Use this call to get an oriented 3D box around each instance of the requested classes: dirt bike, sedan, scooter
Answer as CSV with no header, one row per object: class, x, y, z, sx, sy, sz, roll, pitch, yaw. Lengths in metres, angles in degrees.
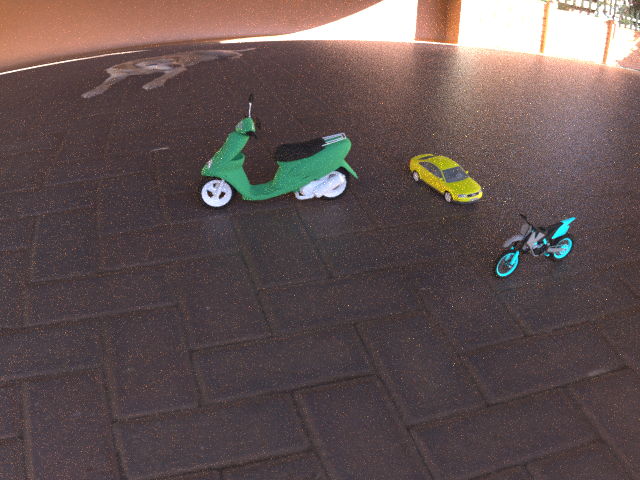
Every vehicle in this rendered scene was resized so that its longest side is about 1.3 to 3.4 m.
dirt bike,3.111,0.067,10.026,1.493,0.857,0.527,-15,34,-22
sedan,2.214,-1.137,12.361,0.635,0.483,1.613,-16,35,-24
scooter,-0.715,-1.378,11.505,2.721,1.786,1.288,-5,32,-8
